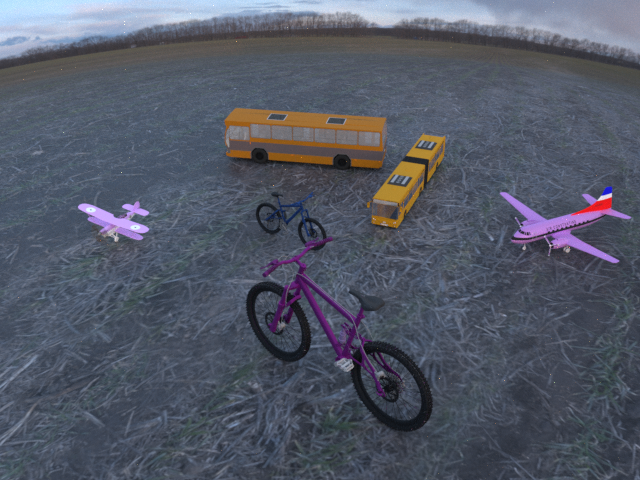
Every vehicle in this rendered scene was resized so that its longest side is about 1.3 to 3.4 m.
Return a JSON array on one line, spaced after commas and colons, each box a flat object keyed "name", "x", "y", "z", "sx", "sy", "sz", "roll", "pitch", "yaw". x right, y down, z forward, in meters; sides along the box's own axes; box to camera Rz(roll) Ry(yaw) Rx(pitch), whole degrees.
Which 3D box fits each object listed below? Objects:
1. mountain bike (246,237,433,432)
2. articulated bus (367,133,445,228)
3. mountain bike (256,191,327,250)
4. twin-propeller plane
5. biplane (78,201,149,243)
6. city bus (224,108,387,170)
[{"name": "mountain bike", "x": 0.125, "y": 1.059, "z": 8.101, "sx": 2.857, "sy": 1.688, "sz": 1.114, "roll": 24, "pitch": 38, "yaw": 36}, {"name": "articulated bus", "x": 1.724, "y": -1.202, "z": 13.222, "sx": 0.605, "sy": 0.561, "sz": 3.401, "roll": 11, "pitch": 32, "yaw": 19}, {"name": "mountain bike", "x": -0.493, "y": -0.362, "z": 11.431, "sx": 1.469, "sy": 0.868, "sz": 0.573, "roll": 20, "pitch": 35, "yaw": 31}, {"name": "twin-propeller plane", "x": 4.001, "y": -0.348, "z": 11.485, "sx": 2.129, "sy": 0.792, "sz": 2.663, "roll": -14, "pitch": 32, "yaw": -23}, {"name": "biplane", "x": -3.333, "y": -0.309, "z": 11.706, "sx": 1.336, "sy": 0.504, "sz": 1.090, "roll": 12, "pitch": 32, "yaw": 21}, {"name": "city bus", "x": -0.284, "y": -2.069, "z": 14.410, "sx": 3.255, "sy": 0.894, "sz": 0.926, "roll": 5, "pitch": 30, "yaw": 10}]
